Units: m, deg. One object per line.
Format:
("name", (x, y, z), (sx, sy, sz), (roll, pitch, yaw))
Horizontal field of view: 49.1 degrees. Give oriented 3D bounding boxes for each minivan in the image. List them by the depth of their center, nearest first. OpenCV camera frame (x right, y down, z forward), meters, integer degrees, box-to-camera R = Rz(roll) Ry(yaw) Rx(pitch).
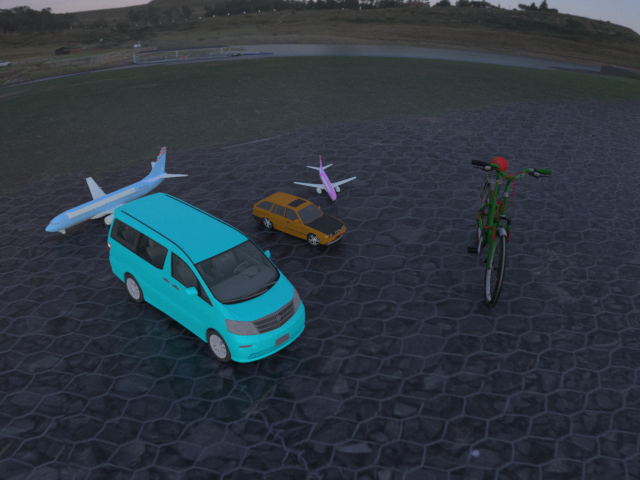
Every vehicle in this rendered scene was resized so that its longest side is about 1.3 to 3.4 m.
("minivan", (-1.524, 0.407, 9.071), (3.011, 1.197, 1.324), (25, 37, 38))

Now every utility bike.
("utility bike", (2.537, -0.370, 9.822), (1.039, 1.839, 2.791), (4, 29, 7))

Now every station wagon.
("station wagon", (-0.338, -0.378, 11.259), (1.597, 0.473, 0.682), (20, 35, 32))

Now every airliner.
("airliner", (-3.488, -0.830, 11.709), (2.257, 0.835, 2.541), (22, 35, 34))
("airliner", (0.124, -1.116, 12.654), (1.161, 0.429, 1.307), (-6, 29, -10))
